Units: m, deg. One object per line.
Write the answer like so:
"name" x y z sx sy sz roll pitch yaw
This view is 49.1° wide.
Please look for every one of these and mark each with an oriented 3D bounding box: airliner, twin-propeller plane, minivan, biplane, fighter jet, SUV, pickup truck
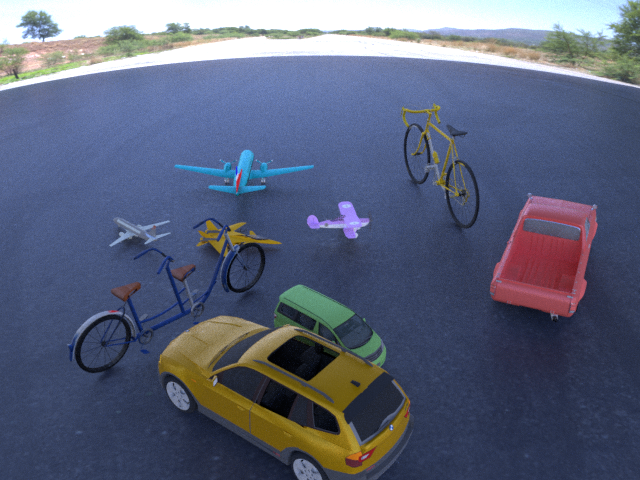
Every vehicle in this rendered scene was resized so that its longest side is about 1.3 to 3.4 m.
"airliner" -3.062 -0.245 11.572 1.307 0.429 1.161 25 38 36
"twin-propeller plane" -1.453 -1.366 13.188 2.663 0.792 2.129 0 29 1
"minivan" 0.124 1.143 8.925 1.548 0.616 0.681 24 37 35
"biplane" 0.330 -0.294 11.582 1.090 0.504 1.336 -3 30 -5
"fighter jet" -1.287 -0.073 11.413 1.358 0.286 1.147 5 30 8
"SUV" -0.461 1.555 7.673 3.058 1.128 1.276 21 35 32
"pickup truck" 3.404 0.085 10.414 1.244 0.993 3.117 12 32 21

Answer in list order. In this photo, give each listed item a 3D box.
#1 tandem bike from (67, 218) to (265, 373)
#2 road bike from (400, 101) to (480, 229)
"tandem bike" -1.882 0.609 9.148 0.550 1.326 3.192 24 37 36
"road bike" 2.106 -1.415 12.396 0.696 1.656 3.004 -9 31 -15
